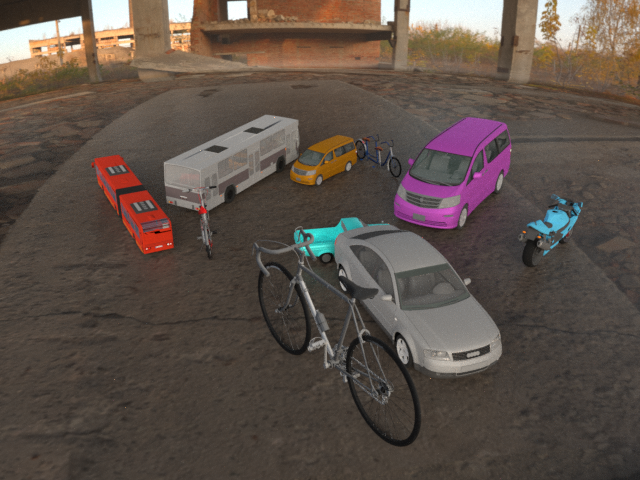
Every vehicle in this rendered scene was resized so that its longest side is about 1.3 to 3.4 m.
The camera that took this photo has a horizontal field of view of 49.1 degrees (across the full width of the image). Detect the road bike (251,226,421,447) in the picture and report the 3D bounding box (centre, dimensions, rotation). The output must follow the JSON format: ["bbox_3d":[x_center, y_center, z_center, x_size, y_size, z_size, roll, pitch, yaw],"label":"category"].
[{"bbox_3d":[0.087,0.938,7.541,0.697,1.656,3.004,-17,31,-30],"label":"road bike"}]

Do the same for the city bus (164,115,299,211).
[{"bbox_3d":[-1.544,-1.469,13.167,0.926,0.894,3.255,14,30,26],"label":"city bus"}]

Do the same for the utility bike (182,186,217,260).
[{"bbox_3d":[-1.824,-0.318,10.825,0.535,0.946,1.435,-5,27,-9],"label":"utility bike"}]

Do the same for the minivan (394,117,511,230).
[{"bbox_3d":[2.395,-1.220,12.336,1.324,1.197,3.011,16,31,28],"label":"minivan"}]

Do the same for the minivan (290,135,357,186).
[{"bbox_3d":[0.074,-1.558,13.654,0.681,0.616,1.548,20,33,34],"label":"minivan"}]

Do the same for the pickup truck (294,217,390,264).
[{"bbox_3d":[0.416,-0.033,10.741,1.603,0.511,0.640,-5,27,-10],"label":"pickup truck"}]

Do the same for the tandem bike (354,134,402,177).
[{"bbox_3d":[1.139,-1.773,14.007,0.283,0.682,1.642,-15,30,-27],"label":"tandem bike"}]

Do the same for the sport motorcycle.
[{"bbox_3d":[3.506,-0.144,10.618,0.506,0.821,1.520,23,35,38],"label":"sport motorcycle"}]

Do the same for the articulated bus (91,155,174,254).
[{"bbox_3d":[-3.248,-0.692,11.994,0.605,0.561,3.401,-13,30,-24],"label":"articulated bus"}]

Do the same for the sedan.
[{"bbox_3d":[1.169,0.590,9.028,1.235,0.940,3.137,-10,28,-18],"label":"sedan"}]
